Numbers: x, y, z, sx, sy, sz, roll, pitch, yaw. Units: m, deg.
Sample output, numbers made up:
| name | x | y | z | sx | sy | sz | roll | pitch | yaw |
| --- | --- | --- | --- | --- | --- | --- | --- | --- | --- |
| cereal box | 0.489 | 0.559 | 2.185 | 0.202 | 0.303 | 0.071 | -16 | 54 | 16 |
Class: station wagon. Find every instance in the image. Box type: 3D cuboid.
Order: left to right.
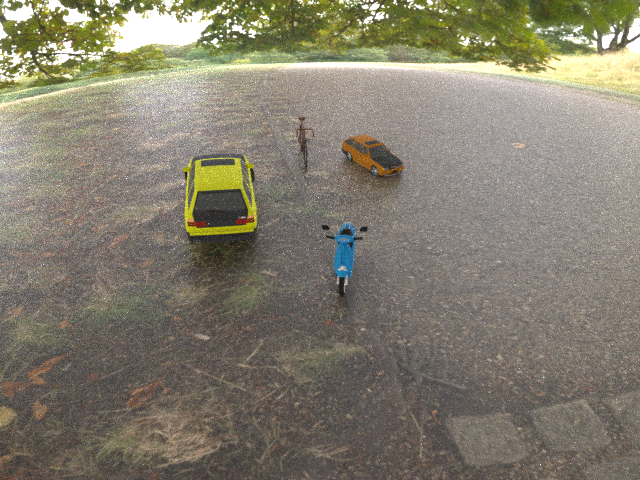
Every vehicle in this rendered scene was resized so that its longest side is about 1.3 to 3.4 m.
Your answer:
| name | x | y | z | sx | sy | sz | roll | pitch | yaw |
| --- | --- | --- | --- | --- | --- | --- | --- | --- | --- |
| station wagon | -1.779 | -0.981 | 12.405 | 1.327 | 0.920 | 3.105 | -4 | 29 | -7 |
| station wagon | 1.077 | -1.764 | 14.329 | 0.682 | 0.473 | 1.597 | -15 | 32 | -26 |

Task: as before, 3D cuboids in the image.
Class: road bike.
| name | x | y | z | sx | sy | sz | roll | pitch | yaw |
| --- | --- | --- | --- | --- | --- | --- | --- | --- | --- |
| road bike | -0.348 | -2.070 | 14.500 | 0.358 | 0.852 | 1.545 | -3 | 28 | -6 |

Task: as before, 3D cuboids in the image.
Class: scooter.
| name | x | y | z | sx | sy | sz | roll | pitch | yaw |
| --- | --- | --- | --- | --- | --- | --- | --- | --- | --- |
| scooter | 0.368 | 0.125 | 10.353 | 0.662 | 0.919 | 1.399 | 3 | 28 | 5 |
